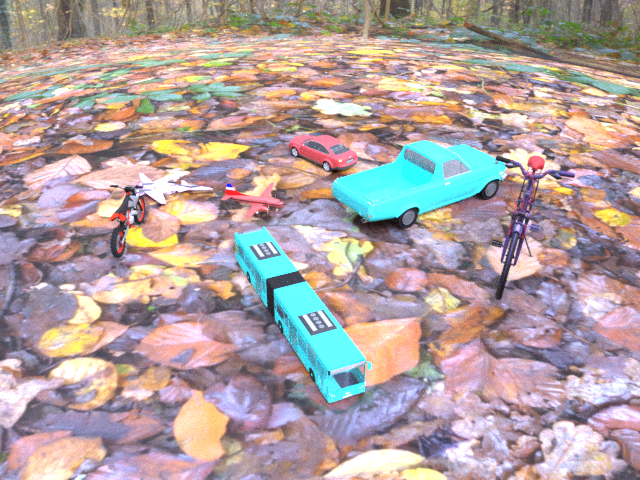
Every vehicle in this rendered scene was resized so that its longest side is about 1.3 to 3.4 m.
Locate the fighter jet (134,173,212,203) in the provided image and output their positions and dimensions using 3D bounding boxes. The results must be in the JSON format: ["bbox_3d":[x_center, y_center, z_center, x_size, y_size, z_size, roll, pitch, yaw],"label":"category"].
[{"bbox_3d":[-2.600,-0.984,12.512,1.358,0.286,1.147,0,31,-1],"label":"fighter jet"}]

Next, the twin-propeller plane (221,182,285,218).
[{"bbox_3d":[-1.114,-0.728,11.965,1.095,0.407,1.370,8,32,13],"label":"twin-propeller plane"}]

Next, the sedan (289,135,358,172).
[{"bbox_3d":[0.036,-1.782,13.659,0.635,0.483,1.613,-25,39,-36],"label":"sedan"}]

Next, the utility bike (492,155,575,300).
[{"bbox_3d":[2.987,-0.415,10.041,1.039,1.839,2.791,11,33,18],"label":"utility bike"}]

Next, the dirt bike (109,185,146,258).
[{"bbox_3d":[-3.025,-0.397,10.971,0.527,0.857,1.493,3,31,4],"label":"dirt bike"}]

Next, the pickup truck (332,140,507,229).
[{"bbox_3d":[1.748,-1.075,11.975,3.117,0.993,1.244,-19,35,-28],"label":"pickup truck"}]

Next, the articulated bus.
[{"bbox_3d":[-0.367,0.833,9.194,0.605,0.561,3.401,-13,33,-21],"label":"articulated bus"}]
